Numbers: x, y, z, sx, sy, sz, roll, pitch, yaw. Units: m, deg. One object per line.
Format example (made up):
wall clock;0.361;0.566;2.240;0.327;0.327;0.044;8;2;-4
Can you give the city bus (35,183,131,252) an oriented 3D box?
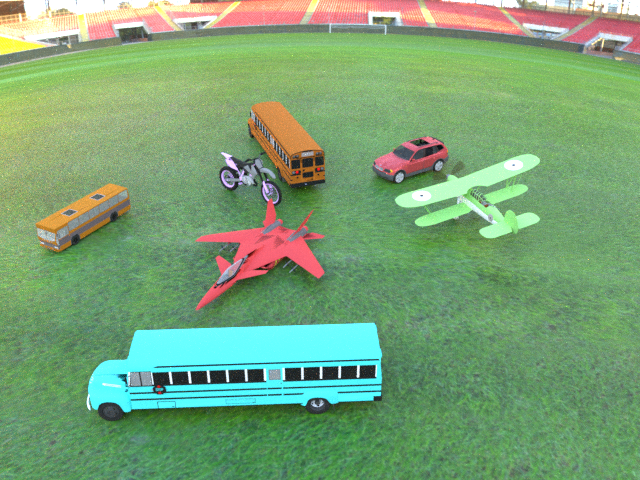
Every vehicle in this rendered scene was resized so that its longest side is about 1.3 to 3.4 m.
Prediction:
city bus;-3.854;-0.376;11.518;0.476;0.460;1.674;15;34;24

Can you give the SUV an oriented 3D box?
SUV;1.750;-1.578;13.458;1.572;0.580;0.656;-18;35;-28

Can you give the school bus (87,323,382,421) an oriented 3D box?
school bus;-0.973;1.473;7.969;3.322;0.844;0.709;-1;30;-3

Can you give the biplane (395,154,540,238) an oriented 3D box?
biplane;2.556;-0.594;11.374;2.598;0.981;2.120;-11;32;-18

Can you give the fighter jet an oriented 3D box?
fighter jet;-1.048;0.219;10.403;2.229;0.557;2.640;15;34;24

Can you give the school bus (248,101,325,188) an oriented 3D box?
school bus;-0.757;-1.994;13.909;0.709;0.844;3.322;-10;32;-17

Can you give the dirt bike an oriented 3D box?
dirt bike;-1.254;-1.140;12.434;1.493;0.857;0.527;21;36;32
